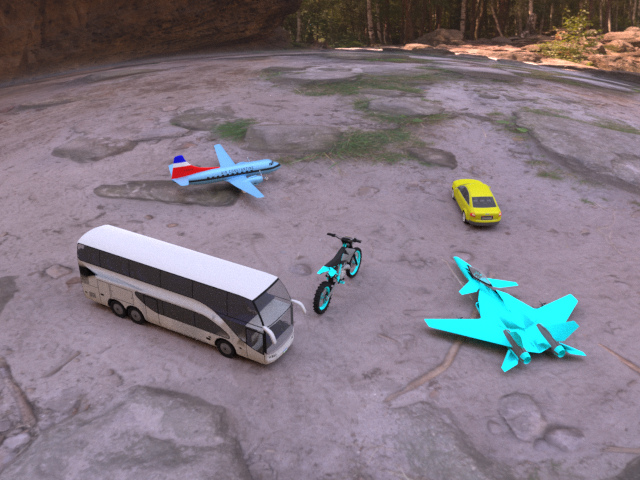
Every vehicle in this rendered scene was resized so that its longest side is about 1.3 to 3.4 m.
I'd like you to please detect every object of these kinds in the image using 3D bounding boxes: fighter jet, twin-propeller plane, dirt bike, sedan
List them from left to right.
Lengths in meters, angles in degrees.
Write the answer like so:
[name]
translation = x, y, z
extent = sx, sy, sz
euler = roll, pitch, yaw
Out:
[twin-propeller plane]
translation = -1.725, -1.349, 13.062
extent = 2.129, 0.792, 2.663
euler = -12, 32, -21
[dirt bike]
translation = 0.266, 0.395, 9.922
extent = 0.527, 0.857, 1.493
euler = 14, 32, 23
[sedan]
translation = 2.735, -0.746, 12.312
extent = 0.635, 0.483, 1.613
euler = -1, 30, -3
[fighter jet]
translation = 2.429, 0.735, 9.626
extent = 2.229, 0.557, 2.640
euler = -8, 31, -14

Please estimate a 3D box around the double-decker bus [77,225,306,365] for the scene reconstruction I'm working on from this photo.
[double-decker bus]
translation = -1.775, 0.690, 9.203
extent = 3.251, 1.052, 0.756
euler = 15, 33, 25
